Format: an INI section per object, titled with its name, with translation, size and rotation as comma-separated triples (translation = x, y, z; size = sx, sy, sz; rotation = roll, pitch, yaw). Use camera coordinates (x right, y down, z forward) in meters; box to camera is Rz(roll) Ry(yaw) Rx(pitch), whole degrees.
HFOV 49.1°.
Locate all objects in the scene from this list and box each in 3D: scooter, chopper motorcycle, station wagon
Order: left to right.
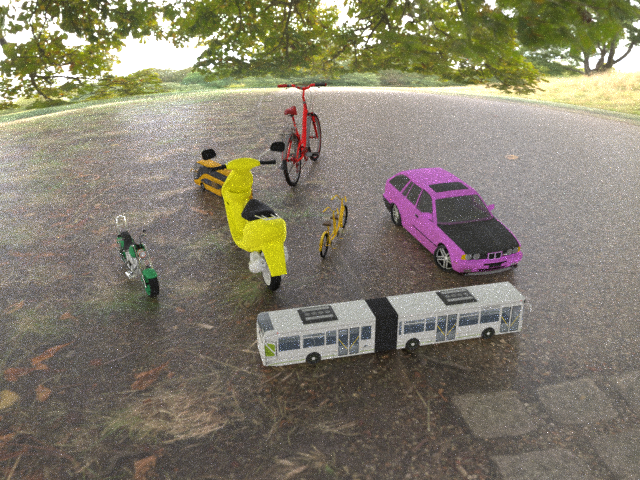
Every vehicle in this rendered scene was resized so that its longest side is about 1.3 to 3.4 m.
[chopper motorcycle]
translation = -2.685, 0.223, 10.241
size = 0.466, 0.761, 1.563
rotation = -14, 28, -28
[scooter]
translation = -1.028, -0.474, 10.531
size = 1.288, 1.786, 2.721
rotation = -9, 26, -19
[station wagon]
translation = 2.098, -0.425, 11.465
size = 1.327, 0.920, 3.105
rotation = -7, 26, -16

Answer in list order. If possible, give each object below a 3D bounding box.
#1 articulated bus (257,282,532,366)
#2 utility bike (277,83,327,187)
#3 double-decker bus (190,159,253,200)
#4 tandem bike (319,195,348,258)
[articulated bus]
translation = 0.932, 1.030, 8.720
size = 3.401, 0.561, 0.605
rotation = -6, 25, -13
[utility bike]
translation = -0.458, -2.257, 14.359
size = 1.039, 1.839, 2.791
rotation = 6, 25, 13
[double-decker bus]
translation = -1.902, -1.139, 13.478
size = 0.389, 0.541, 1.672
rotation = -19, 31, -36
[tandem bike]
translation = 0.232, -0.276, 11.425
size = 0.283, 0.682, 1.642
rotation = 7, 26, 15
